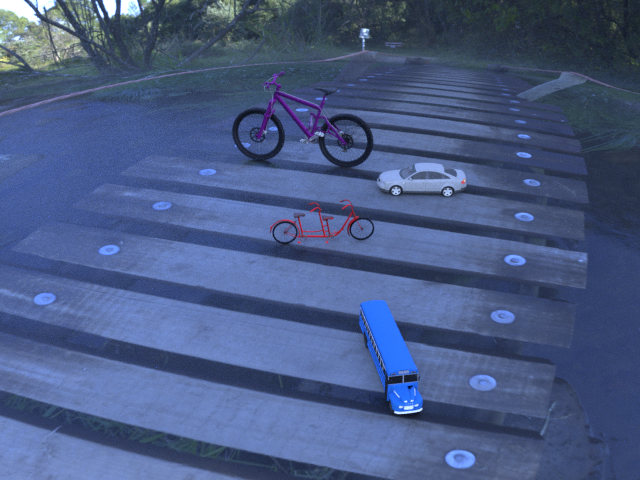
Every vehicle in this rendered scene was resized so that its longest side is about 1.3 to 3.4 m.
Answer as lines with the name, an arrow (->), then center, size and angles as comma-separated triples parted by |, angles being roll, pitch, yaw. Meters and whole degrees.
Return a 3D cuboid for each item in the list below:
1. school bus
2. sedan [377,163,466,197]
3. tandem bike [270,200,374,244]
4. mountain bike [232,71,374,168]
school bus -> 0.804, 1.325, 8.109 | 0.365, 0.434, 1.708 | -5, 28, -9
sedan -> 1.849, -1.126, 12.729 | 1.613, 0.483, 0.635 | 1, 28, 2
tandem bike -> 0.038, -0.268, 10.880 | 1.642, 0.682, 0.283 | -3, 28, -5
mountain bike -> -0.362, -2.284, 13.639 | 2.857, 1.688, 1.114 | 6, 28, 11
